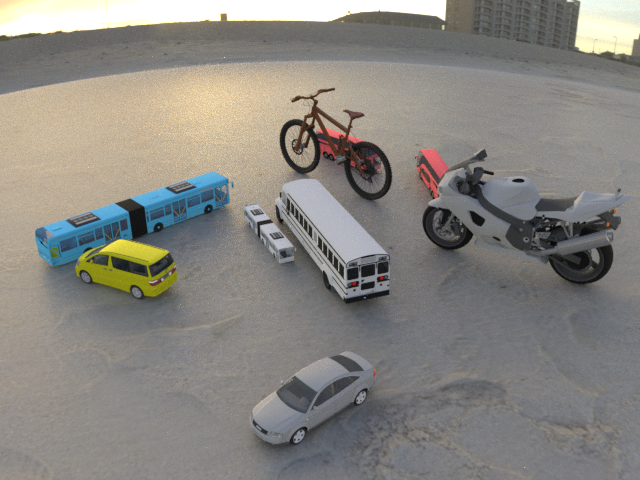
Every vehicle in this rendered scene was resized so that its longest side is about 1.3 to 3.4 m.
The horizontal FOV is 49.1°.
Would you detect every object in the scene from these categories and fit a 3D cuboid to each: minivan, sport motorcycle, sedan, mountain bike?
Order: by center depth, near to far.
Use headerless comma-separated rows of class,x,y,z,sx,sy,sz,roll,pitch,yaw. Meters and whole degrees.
sedan,-0.066,1.703,7.796,1.613,0.483,0.635,-23,36,-36
minivan,-2.849,0.354,10.170,1.548,0.616,0.681,13,31,23
sport motorcycle,2.930,-0.324,10.397,2.955,1.596,0.983,15,32,26
mountain bike,0.235,-1.810,13.069,2.857,1.688,1.114,25,37,38

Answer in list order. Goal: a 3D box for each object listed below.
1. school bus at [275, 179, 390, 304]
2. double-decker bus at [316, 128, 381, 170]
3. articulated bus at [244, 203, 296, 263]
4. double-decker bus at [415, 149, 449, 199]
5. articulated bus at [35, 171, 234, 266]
school bus,0.067,-0.142,10.853,0.709,0.844,3.322,-10,30,-18
double-decker bus,0.580,-1.837,14.332,0.389,0.541,1.672,-25,37,-38
articulated bus,-0.854,-0.132,11.421,0.311,0.289,1.749,-12,30,-21
double-decker bus,2.180,-1.242,13.224,0.389,0.541,1.672,-3,28,-6
articulated bus,-2.971,-0.411,11.653,3.401,0.561,0.605,-24,36,-37
